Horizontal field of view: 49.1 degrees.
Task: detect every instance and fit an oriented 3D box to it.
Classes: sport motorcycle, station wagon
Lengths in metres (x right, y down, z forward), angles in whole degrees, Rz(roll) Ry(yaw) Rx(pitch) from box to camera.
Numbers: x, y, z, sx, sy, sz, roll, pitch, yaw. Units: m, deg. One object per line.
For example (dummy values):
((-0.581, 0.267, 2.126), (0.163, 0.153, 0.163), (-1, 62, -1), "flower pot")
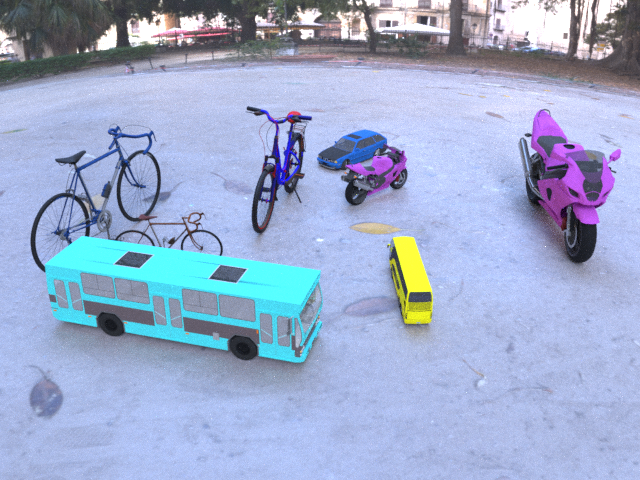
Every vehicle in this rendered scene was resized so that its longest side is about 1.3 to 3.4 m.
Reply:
((0.994, -1.131, 12.117), (1.520, 0.821, 0.506), (-22, 34, -36), "sport motorcycle")
((3.742, -0.911, 10.840), (0.983, 1.596, 2.955), (0, 27, 0), "sport motorcycle")
((0.644, -1.816, 13.832), (0.682, 0.473, 1.597), (24, 36, 38), "station wagon")

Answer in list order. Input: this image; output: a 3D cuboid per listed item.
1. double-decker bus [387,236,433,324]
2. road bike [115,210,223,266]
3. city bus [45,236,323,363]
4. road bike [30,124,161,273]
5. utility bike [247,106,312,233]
((1.183, 0.481, 9.282), (0.389, 0.541, 1.672), (-1, 27, -2), "double-decker bus")
((-2.150, 0.010, 9.862), (1.545, 0.852, 0.358), (0, 27, -1), "road bike")
((-1.633, 0.712, 8.446), (3.255, 0.894, 0.926), (8, 28, 14), "city bus")
((-3.234, -0.694, 10.352), (0.697, 1.656, 3.004), (10, 29, 19), "road bike")
((-0.544, -1.340, 11.409), (1.039, 1.839, 2.791), (7, 28, 12), "utility bike")
